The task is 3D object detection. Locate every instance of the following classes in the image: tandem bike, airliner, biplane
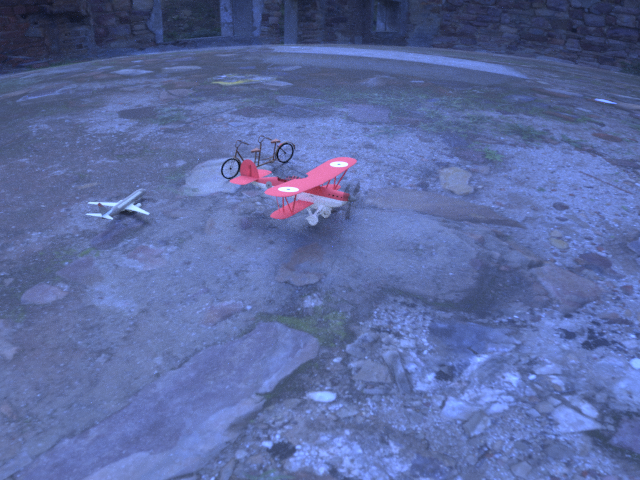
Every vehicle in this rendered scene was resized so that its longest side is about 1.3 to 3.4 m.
[{"bbox_3d":[-1.119,-1.593,12.876,1.642,0.682,0.283,-21,36,-32],"label":"tandem bike"},{"bbox_3d":[-3.244,-0.670,11.515,1.161,0.429,1.307,10,31,18],"label":"airliner"},{"bbox_3d":[-0.366,-0.848,11.271,2.120,0.981,2.598,14,33,23],"label":"biplane"}]
